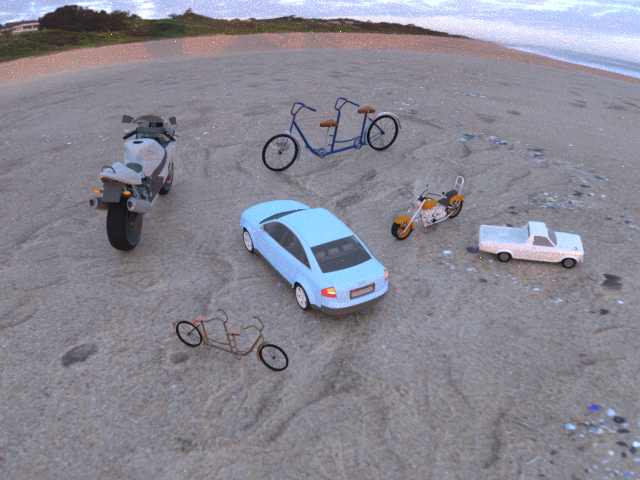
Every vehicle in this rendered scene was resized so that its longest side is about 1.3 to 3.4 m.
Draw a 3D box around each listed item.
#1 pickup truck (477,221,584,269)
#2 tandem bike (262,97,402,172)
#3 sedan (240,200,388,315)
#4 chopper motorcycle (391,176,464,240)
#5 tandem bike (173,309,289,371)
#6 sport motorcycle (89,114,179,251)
[{"bbox_3d":[3.268,0.018,10.880,1.603,0.511,0.640,6,30,10],"label":"pickup truck"},{"bbox_3d":[0.299,-2.202,13.951,3.192,1.326,0.550,-15,33,-24],"label":"tandem bike"},{"bbox_3d":[-0.191,0.038,10.410,1.235,0.940,3.137,-16,33,-26],"label":"sedan"},{"bbox_3d":[1.809,-0.535,11.596,1.563,0.761,0.466,-20,35,-31],"label":"chopper motorcycle"},{"bbox_3d":[-1.131,1.188,8.654,1.642,0.682,0.283,12,32,20],"label":"tandem bike"},{"bbox_3d":[-2.975,-1.054,11.664,0.983,1.596,2.955,3,30,5],"label":"sport motorcycle"}]
